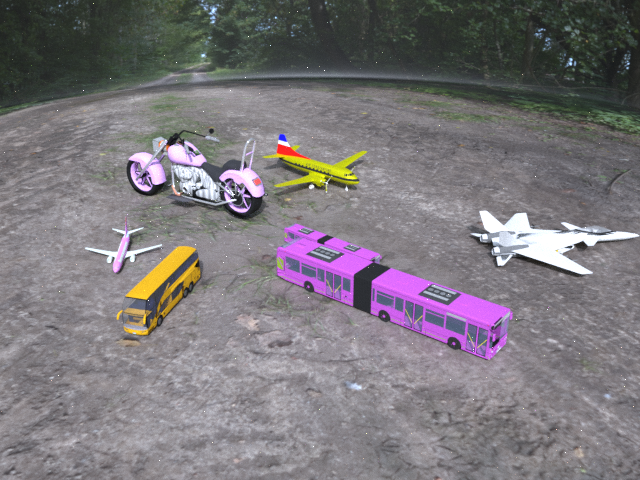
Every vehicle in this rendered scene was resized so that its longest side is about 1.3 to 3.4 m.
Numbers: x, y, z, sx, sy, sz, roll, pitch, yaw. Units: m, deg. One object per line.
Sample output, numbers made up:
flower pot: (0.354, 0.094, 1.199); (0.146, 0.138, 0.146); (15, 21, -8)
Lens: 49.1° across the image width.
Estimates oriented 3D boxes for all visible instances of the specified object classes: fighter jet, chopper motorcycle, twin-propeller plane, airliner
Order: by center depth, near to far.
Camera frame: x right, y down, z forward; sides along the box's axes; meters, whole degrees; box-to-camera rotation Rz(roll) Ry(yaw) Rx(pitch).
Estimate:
airliner: (-3.028, 0.078, 10.681); (1.161, 0.429, 1.307); (-2, 26, -5)
fighter jet: (3.831, -0.128, 10.967); (2.640, 0.557, 2.229); (-4, 26, -9)
chopper motorcycle: (-2.270, -1.291, 12.336); (3.040, 1.480, 0.906); (15, 29, 28)
twin-propeller plane: (-0.075, -1.500, 13.577); (2.129, 0.792, 2.663); (20, 32, 36)

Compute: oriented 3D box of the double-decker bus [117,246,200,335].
double-decker bus: (-2.096, 0.663, 9.321); (0.389, 0.541, 1.672); (7, 26, 14)

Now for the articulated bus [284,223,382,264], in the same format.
articulated bus: (0.164, 0.122, 10.752); (1.749, 0.289, 0.311); (20, 32, 36)

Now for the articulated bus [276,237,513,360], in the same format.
articulated bus: (0.847, 0.691, 9.239); (3.401, 0.561, 0.605); (19, 31, 34)
